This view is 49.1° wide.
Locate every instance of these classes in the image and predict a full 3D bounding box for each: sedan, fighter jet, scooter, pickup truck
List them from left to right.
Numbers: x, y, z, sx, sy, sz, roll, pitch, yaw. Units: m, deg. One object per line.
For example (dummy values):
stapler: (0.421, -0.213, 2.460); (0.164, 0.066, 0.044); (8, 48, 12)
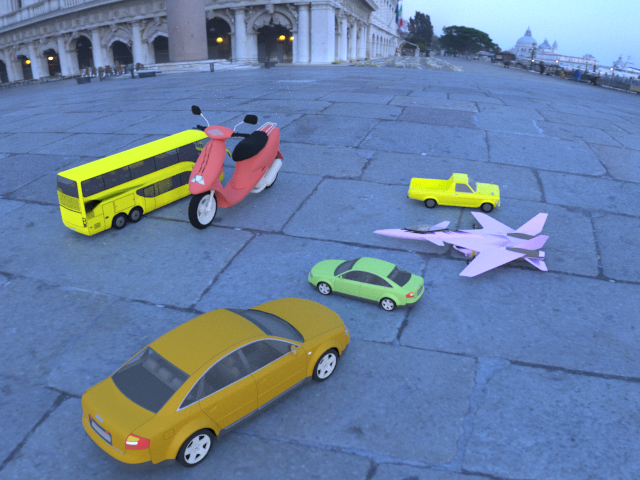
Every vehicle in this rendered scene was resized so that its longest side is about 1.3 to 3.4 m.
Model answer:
sedan: (-0.966, 1.280, 7.433); (1.235, 0.940, 3.137); (23, 35, 39)
scooter: (-1.405, -1.408, 11.859); (1.288, 1.786, 2.721); (14, 30, 25)
sedan: (0.607, 0.513, 9.476); (1.613, 0.483, 0.635); (12, 29, 23)
pickup truck: (2.342, -0.870, 12.210); (1.603, 0.511, 0.640); (5, 27, 10)
fighter jet: (2.116, -0.127, 10.674); (2.640, 0.557, 2.229); (7, 27, 13)

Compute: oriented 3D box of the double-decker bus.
double-decker bus: (-2.917, -1.068, 12.002); (0.756, 1.052, 3.251); (19, 32, 33)
